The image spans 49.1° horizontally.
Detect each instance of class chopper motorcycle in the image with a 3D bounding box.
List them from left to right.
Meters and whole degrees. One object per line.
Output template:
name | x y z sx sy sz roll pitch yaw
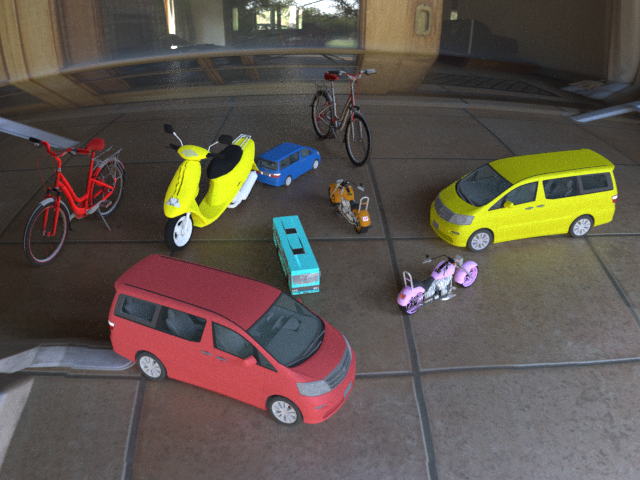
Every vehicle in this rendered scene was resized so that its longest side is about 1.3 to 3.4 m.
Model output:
chopper motorcycle | 0.482 -0.690 11.977 0.466 0.761 1.563 -10 31 -18
chopper motorcycle | 1.695 0.531 9.845 1.563 0.761 0.466 -22 36 -33

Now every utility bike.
utility bike | -3.783 -0.836 11.147 1.039 1.839 2.791 9 31 15
utility bike | 0.481 -2.730 14.455 1.039 1.839 2.791 -13 32 -22

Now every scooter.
scooter | -1.800 -1.097 11.656 1.288 1.786 2.721 13 32 22

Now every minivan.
minivan | -1.048 1.121 8.375 3.011 1.197 1.324 13 32 22
minivan | -0.596 -1.546 13.618 0.681 0.616 1.548 18 34 28
minivan | 3.339 -0.707 11.568 3.011 1.197 1.324 -8 31 -13

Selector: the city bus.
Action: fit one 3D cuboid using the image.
city bus | -0.384 0.217 10.695 0.476 0.460 1.674 -6 30 -11
